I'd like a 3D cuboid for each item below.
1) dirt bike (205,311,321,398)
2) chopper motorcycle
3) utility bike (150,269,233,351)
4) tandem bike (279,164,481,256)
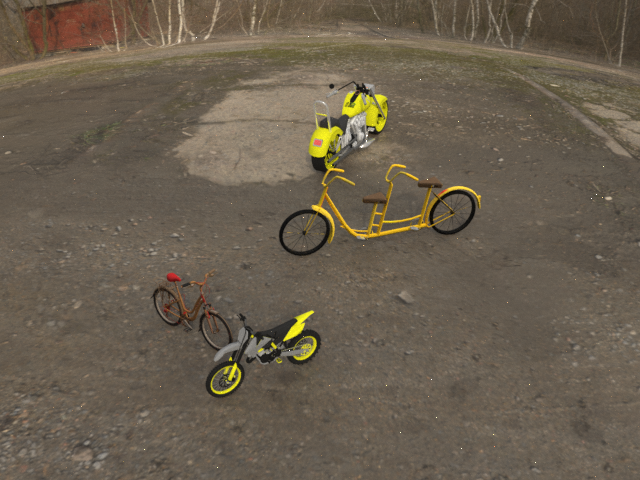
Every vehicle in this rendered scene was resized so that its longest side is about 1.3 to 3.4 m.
[{"bbox_3d":[-0.618,1.244,7.910,1.493,0.857,0.527,-19,36,-28],"label":"dirt bike"},{"bbox_3d":[0.628,-2.347,13.284,0.906,1.480,3.040,15,34,23],"label":"chopper motorcycle"},{"bbox_3d":[-1.578,0.769,8.614,1.435,0.946,0.535,21,37,31],"label":"utility bike"},{"bbox_3d":[0.944,-0.498,10.355,3.192,1.326,0.550,-8,32,-13],"label":"tandem bike"}]
